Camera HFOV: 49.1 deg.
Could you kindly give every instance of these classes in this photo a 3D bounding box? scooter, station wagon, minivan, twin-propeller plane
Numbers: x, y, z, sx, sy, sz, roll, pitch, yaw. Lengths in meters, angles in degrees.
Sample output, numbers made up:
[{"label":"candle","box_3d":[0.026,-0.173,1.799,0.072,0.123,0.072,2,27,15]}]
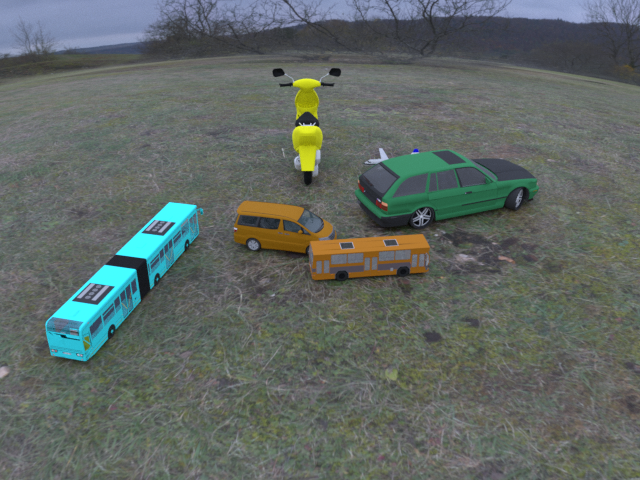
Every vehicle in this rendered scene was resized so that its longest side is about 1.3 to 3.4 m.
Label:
[{"label":"scooter","box_3d":[-0.240,-2.270,13.213,1.288,1.786,2.721,-1,29,-1]},{"label":"station wagon","box_3d":[2.184,-0.982,11.754,3.105,0.920,1.327,-11,30,-19]},{"label":"minivan","box_3d":[-0.518,-0.185,10.610,1.548,0.616,0.681,6,29,12]},{"label":"twin-propeller plane","box_3d":[1.361,-1.523,13.282,1.095,0.407,1.370,-3,29,-5]}]

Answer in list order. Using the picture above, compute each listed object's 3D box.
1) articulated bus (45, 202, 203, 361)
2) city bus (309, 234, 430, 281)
[{"label":"articulated bus","box_3d":[-2.528,0.422,9.555,0.605,0.561,3.401,7,29,13]},{"label":"city bus","box_3d":[0.695,0.260,9.958,1.674,0.460,0.476,-4,29,-7]}]
